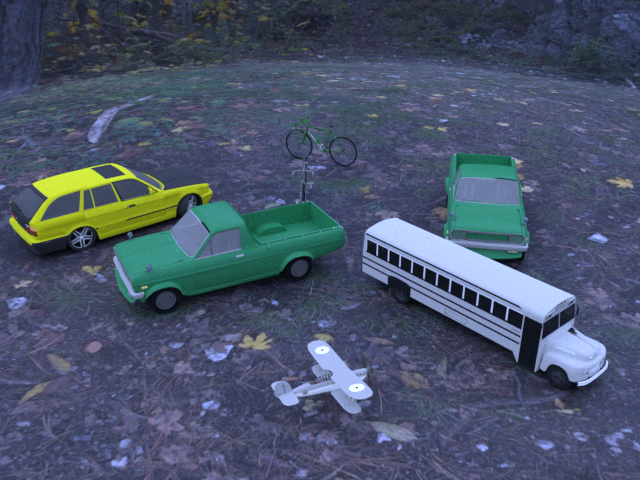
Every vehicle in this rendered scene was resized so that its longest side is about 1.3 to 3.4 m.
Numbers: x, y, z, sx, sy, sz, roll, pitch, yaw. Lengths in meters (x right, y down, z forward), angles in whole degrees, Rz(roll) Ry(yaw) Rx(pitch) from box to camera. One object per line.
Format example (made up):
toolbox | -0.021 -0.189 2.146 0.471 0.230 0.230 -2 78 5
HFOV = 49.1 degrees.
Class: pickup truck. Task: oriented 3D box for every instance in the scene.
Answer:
pickup truck | 2.609 -0.710 11.085 1.244 0.993 3.117 5 27 9
pickup truck | -1.224 0.045 9.600 3.117 0.993 1.244 -13 30 -24

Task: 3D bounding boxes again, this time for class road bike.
road bike | 0.016 -1.909 13.598 1.545 0.852 0.358 12 29 23
road bike | -0.267 -0.942 11.697 0.358 0.852 1.545 0 27 0

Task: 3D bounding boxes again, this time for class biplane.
biplane | 0.036 1.486 7.303 1.090 0.504 1.336 -11 29 -20

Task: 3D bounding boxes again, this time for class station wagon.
station wagon | -3.242 -0.689 11.122 3.105 0.920 1.327 -20 33 -34

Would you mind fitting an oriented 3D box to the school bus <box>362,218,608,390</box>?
school bus | 1.900 0.671 8.532 0.709 0.844 3.322 -22 34 -36
